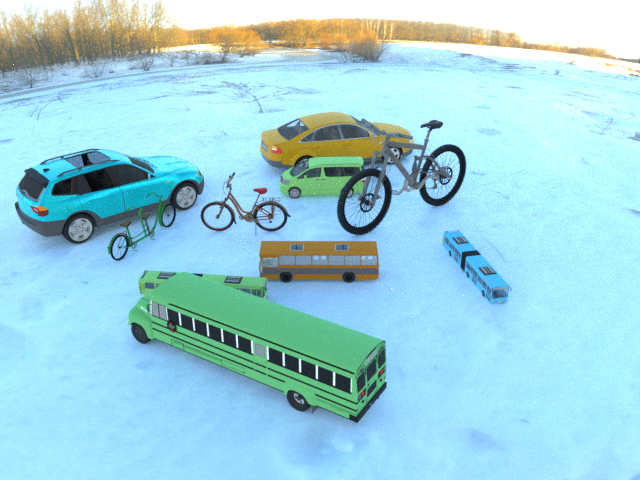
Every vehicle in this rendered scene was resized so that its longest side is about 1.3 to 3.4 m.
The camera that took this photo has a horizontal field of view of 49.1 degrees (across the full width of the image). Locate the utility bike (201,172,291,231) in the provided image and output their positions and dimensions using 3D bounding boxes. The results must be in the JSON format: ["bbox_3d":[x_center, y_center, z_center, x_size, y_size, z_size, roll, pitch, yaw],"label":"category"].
[{"bbox_3d":[-1.180,-0.525,10.989,1.435,0.946,0.535,0,27,0],"label":"utility bike"}]

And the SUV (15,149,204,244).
[{"bbox_3d":[-3.410,-0.918,11.546,3.058,1.128,1.276,-22,35,-36],"label":"SUV"}]

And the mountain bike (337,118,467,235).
[{"bbox_3d":[1.399,-1.117,11.324,2.857,1.688,1.114,-20,34,-33],"label":"mountain bike"}]

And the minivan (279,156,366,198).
[{"bbox_3d":[0.045,-1.143,12.535,1.548,0.616,0.681,-1,28,-1],"label":"minivan"}]

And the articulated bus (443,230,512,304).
[{"bbox_3d":[2.199,0.352,10.017,0.311,0.289,1.749,-6,28,-12],"label":"articulated bus"}]

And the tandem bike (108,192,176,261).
[{"bbox_3d":[-2.721,-0.260,10.766,0.283,0.682,1.642,12,30,22],"label":"tandem bike"}]

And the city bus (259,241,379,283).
[{"bbox_3d":[-0.015,0.307,9.917,1.674,0.460,0.476,0,27,0],"label":"city bus"}]

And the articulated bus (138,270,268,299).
[{"bbox_3d":[-1.574,0.629,9.484,1.749,0.289,0.311,3,28,6],"label":"articulated bus"}]

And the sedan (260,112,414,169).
[{"bbox_3d":[0.376,-2.012,13.853,3.137,0.940,1.235,-9,29,-17],"label":"sedan"}]

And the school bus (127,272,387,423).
[{"bbox_3d":[-0.861,1.098,7.982,3.322,0.844,0.709,16,31,28],"label":"school bus"}]
